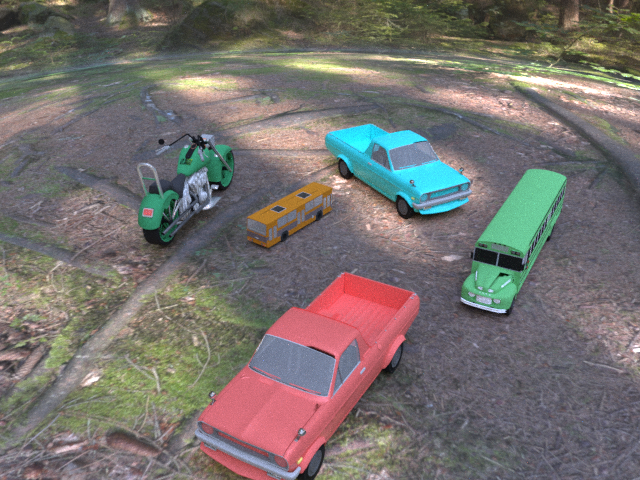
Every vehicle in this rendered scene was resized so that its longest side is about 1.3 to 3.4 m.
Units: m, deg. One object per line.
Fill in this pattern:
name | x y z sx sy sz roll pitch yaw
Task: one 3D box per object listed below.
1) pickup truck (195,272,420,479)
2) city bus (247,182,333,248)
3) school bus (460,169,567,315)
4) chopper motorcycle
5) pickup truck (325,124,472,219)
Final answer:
pickup truck | 0.003 1.270 7.605 1.244 0.993 3.117 15 33 26
city bus | -0.452 -0.403 11.173 0.476 0.460 1.674 20 35 32
school bus | 2.864 -0.056 10.150 0.709 0.844 3.322 15 32 25
chopper motorcycle | -2.079 -1.064 11.313 0.906 1.480 3.040 8 30 14
pickup truck | 1.303 -1.405 12.429 1.244 0.993 3.117 -15 33 -26
